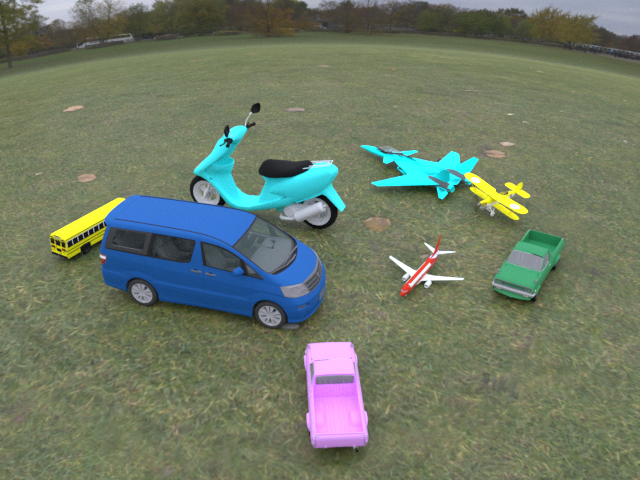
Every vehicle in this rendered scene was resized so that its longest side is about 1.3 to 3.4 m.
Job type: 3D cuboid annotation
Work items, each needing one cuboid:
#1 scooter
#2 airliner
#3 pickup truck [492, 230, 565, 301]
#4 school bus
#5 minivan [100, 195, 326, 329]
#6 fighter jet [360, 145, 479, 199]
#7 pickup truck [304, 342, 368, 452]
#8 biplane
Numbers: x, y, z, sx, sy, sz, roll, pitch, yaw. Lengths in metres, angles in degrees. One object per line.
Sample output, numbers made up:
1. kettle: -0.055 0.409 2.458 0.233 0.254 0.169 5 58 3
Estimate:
1. scooter: -0.907 -1.120 11.187 2.721 1.786 1.288 10 31 16
2. airliner: 1.448 0.376 9.949 1.161 0.429 1.307 17 34 27
3. pickup truck: 3.009 0.293 10.012 0.640 0.511 1.603 17 34 27
4. school bus: -3.448 -0.235 11.006 0.365 0.434 1.708 16 34 26
5. minivan: -1.419 0.230 9.435 3.011 1.197 1.324 8 31 14
6. fighter jet: 1.680 -1.546 13.160 2.229 0.557 2.640 -23 37 -35
7. pickup truck: 0.157 1.632 7.686 0.640 0.511 1.603 -2 30 -3
8. biplane: 3.037 -0.706 11.754 1.090 0.504 1.336 -20 35 -30
